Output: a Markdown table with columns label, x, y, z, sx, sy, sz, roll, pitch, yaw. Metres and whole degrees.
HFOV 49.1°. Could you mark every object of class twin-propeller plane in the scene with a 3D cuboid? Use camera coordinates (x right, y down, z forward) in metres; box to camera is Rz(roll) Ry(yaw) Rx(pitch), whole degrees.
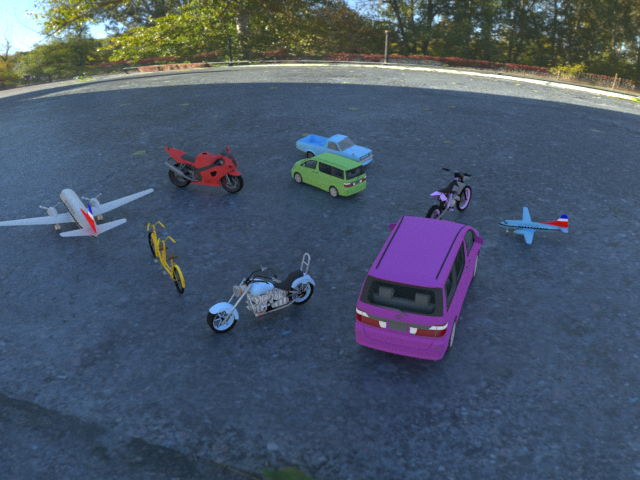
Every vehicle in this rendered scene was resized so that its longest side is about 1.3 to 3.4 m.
| label | x | y | z | sx | sy | sz | roll | pitch | yaw |
| --- | --- | --- | --- | --- | --- | --- | --- | --- | --- |
| twin-propeller plane | -3.961 | -0.539 | 11.487 | 2.663 | 0.792 | 2.129 | -16 | 32 | -27 |
| twin-propeller plane | 3.472 | -0.270 | 11.388 | 1.095 | 0.407 | 1.370 | 6 | 28 | 11 |

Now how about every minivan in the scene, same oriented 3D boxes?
| label | x | y | z | sx | sy | sz | roll | pitch | yaw |
| --- | --- | --- | --- | --- | --- | --- | --- | --- | --- |
| minivan | 1.405 | 0.365 | 9.329 | 1.324 | 1.197 | 3.011 | 10 | 29 | 18 |
| minivan | 0.138 | -1.286 | 13.101 | 1.548 | 0.616 | 0.681 | 25 | 36 | 39 |

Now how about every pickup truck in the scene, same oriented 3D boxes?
| label | x | y | z | sx | sy | sz | roll | pitch | yaw |
| --- | --- | --- | --- | --- | --- | --- | --- | --- | --- |
| pickup truck | 0.291 | -1.879 | 14.345 | 1.603 | 0.511 | 0.640 | 19 | 33 | 31 |

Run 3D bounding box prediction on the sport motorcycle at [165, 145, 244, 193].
| label | x | y | z | sx | sy | sz | roll | pitch | yaw |
| --- | --- | --- | --- | --- | --- | --- | --- | --- | --- |
| sport motorcycle | -2.138 | -1.310 | 12.926 | 1.520 | 0.821 | 0.506 | 7 | 29 | 14 |

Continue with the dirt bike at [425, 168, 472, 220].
| label | x | y | z | sx | sy | sz | roll | pitch | yaw |
| --- | --- | --- | --- | --- | --- | --- | --- | --- | --- |
| dirt bike | 2.176 | -0.710 | 11.743 | 0.527 | 0.857 | 1.493 | 21 | 34 | 34 |

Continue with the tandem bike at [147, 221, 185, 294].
| label | x | y | z | sx | sy | sz | roll | pitch | yaw |
| --- | --- | --- | --- | --- | --- | --- | --- | --- | --- |
| tandem bike | -2.265 | 0.201 | 10.196 | 0.283 | 0.682 | 1.642 | -14 | 31 | -25 |

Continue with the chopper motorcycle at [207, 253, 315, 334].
| label | x | y | z | sx | sy | sz | roll | pitch | yaw |
| --- | --- | --- | --- | --- | --- | --- | --- | --- | --- |
| chopper motorcycle | -0.757 | 0.690 | 9.178 | 1.563 | 0.761 | 0.466 | -16 | 32 | -28 |
